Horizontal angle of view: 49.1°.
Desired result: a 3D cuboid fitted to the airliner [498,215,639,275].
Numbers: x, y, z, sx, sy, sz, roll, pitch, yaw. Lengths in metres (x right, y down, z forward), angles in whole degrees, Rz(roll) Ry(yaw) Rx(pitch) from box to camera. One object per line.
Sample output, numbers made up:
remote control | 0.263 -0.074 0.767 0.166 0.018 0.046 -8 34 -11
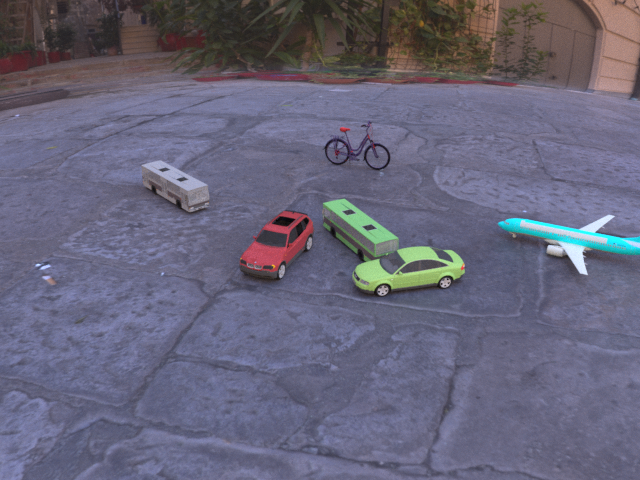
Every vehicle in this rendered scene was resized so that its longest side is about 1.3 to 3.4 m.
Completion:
airliner | 3.992 -0.192 10.691 2.541 0.835 2.257 14 30 26

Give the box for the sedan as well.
sedan | 1.253 0.395 9.914 1.613 0.483 0.635 -6 27 -12

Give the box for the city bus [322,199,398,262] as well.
city bus | 0.602 -0.112 10.950 0.476 0.460 1.674 -13 29 -24

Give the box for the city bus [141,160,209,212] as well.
city bus | -2.629 -0.968 12.652 0.476 0.460 1.674 -21 34 -36

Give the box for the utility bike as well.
utility bike | 0.741 -1.931 14.027 1.435 0.946 0.535 10 28 19

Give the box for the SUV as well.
SUV | -0.625 0.039 10.514 0.656 0.580 1.572 11 29 21
